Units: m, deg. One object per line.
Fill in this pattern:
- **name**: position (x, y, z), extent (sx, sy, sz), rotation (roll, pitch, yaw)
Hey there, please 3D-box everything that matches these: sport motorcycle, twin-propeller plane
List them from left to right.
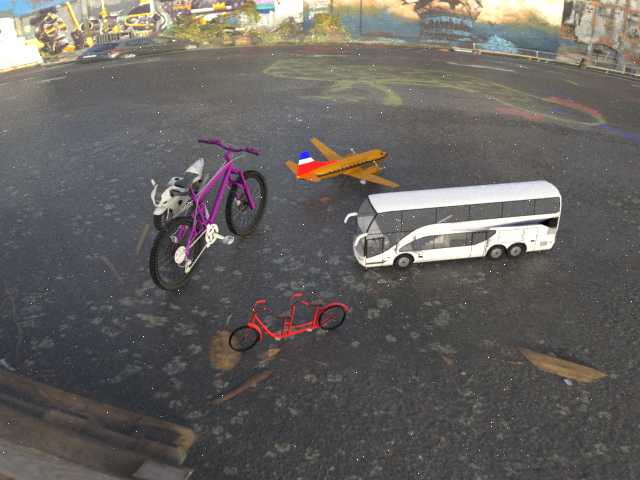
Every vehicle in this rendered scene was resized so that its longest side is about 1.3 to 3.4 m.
- **sport motorcycle**: position (-2.371, -0.772, 11.865), extent (0.506, 0.821, 1.520), rotation (12, 33, 20)
- **twin-propeller plane**: position (0.454, -1.487, 13.111), extent (2.129, 0.792, 2.663), rotation (-19, 36, -29)

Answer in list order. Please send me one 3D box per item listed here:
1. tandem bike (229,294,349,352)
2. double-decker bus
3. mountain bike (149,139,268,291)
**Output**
- **tandem bike**: position (-0.382, 1.012, 8.969), extent (1.642, 0.682, 0.283), rotation (-11, 32, -19)
- **double-decker bus**: position (2.036, -0.238, 10.730), extent (3.251, 1.052, 0.756), rotation (-5, 31, -9)
- **mountain bike**: position (-1.599, -0.455, 10.472), extent (1.114, 1.688, 2.857), rotation (16, 34, 25)
